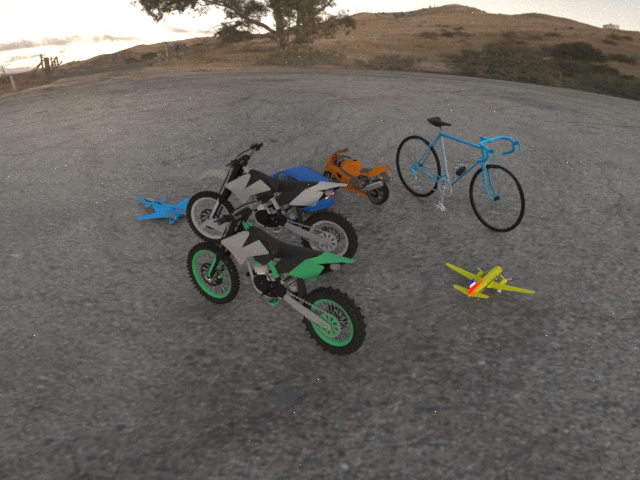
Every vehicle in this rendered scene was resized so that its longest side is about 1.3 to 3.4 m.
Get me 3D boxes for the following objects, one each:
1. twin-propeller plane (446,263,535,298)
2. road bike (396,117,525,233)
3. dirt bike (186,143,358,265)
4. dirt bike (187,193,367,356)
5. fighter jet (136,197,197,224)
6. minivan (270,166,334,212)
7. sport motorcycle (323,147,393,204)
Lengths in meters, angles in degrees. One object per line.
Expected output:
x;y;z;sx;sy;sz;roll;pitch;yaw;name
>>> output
2.364;0.548;9.975;1.370;0.407;1.095;19;33;33;twin-propeller plane
2.354;-1.236;12.108;0.696;1.656;3.004;-19;32;-32;road bike
-0.799;-0.513;10.674;2.903;1.666;1.024;10;29;19;dirt bike
-0.660;0.397;8.883;2.903;1.666;1.024;18;32;31;dirt bike
-2.865;-0.654;12.474;1.358;0.286;1.147;21;34;36;fighter jet
-0.385;-1.005;12.802;0.681;0.616;1.548;-17;32;-30;minivan
0.661;-1.174;12.907;1.520;0.821;0.506;20;33;34;sport motorcycle
